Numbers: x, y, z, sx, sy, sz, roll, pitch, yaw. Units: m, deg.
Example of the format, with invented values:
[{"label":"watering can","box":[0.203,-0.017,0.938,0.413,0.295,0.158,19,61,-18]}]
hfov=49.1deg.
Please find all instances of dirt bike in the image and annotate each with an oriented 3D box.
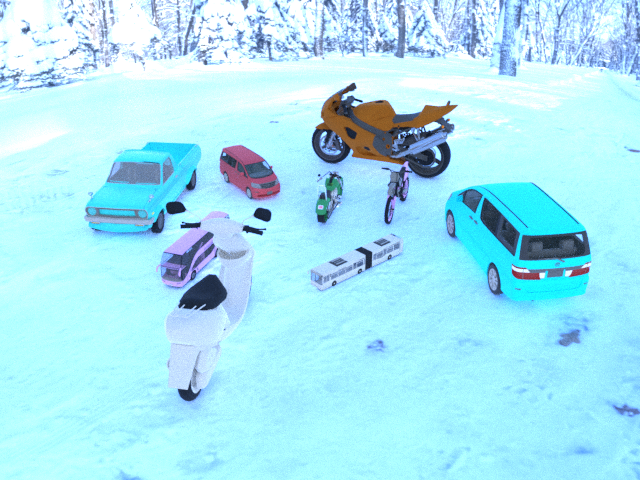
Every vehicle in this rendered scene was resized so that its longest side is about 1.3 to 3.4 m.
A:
[{"label":"dirt bike","box":[1.351,-0.885,12.121,0.527,0.857,1.493,9,28,18]}]

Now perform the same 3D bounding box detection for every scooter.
[{"label":"scooter","box":[-1.243,0.530,8.284,1.288,1.786,2.721,5,27,9]}]

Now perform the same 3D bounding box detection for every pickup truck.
[{"label":"pickup truck","box":[-3.045,-1.102,12.401,1.244,0.993,3.117,3,27,6]}]

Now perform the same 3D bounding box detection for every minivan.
[{"label":"minivan","box":[2.823,-0.212,10.409,1.324,1.197,3.011,-4,27,-8]},{"label":"minivan","box":[-1.332,-1.291,13.196,0.681,0.616,1.548,-16,31,-29]}]

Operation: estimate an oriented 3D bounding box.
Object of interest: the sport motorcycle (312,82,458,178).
[{"label":"sport motorcycle","box":[1.202,-2.130,13.771,2.955,1.596,0.983,11,29,20]}]

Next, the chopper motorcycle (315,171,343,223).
[{"label":"chopper motorcycle","box":[0.190,-0.862,12.184,0.466,0.761,1.563,6,27,12]}]

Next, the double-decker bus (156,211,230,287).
[{"label":"double-decker bus","box":[-1.840,0.126,10.468,0.389,0.541,1.672,9,28,18]}]

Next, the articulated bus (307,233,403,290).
[{"label":"articulated bus","box":[0.567,0.306,10.392,1.749,0.289,0.311,-22,34,-37]}]
